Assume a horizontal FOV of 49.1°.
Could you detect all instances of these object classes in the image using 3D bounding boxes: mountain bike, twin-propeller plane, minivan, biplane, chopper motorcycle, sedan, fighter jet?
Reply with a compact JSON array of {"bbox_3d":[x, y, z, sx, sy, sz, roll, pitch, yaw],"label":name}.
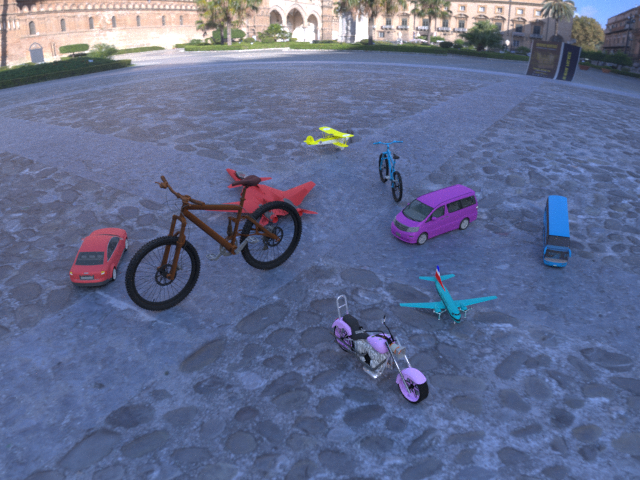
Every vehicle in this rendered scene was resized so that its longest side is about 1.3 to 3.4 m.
[{"bbox_3d":[-1.416,-0.072,9.788,2.857,1.688,1.114,-21,34,-33],"label":"mountain bike"},{"bbox_3d":[1.738,0.757,9.596,1.370,0.407,1.095,-4,28,-7],"label":"twin-propeller plane"},{"bbox_3d":[1.901,-0.437,11.605,1.548,0.616,0.681,-18,33,-30],"label":"minivan"},{"bbox_3d":[0.193,-2.140,14.908,1.090,0.504,1.336,-13,31,-23],"label":"biplane"},{"bbox_3d":[0.684,1.273,8.256,0.466,0.761,1.563,-21,34,-33],"label":"chopper motorcycle"},{"bbox_3d":[1.310,-1.315,12.979,0.573,0.868,1.469,-5,29,-9],"label":"mountain bike"},{"bbox_3d":[-3.335,0.171,10.610,0.635,0.483,1.613,-1,28,-2],"label":"sedan"},{"bbox_3d":[-1.183,-1.017,12.752,2.229,0.557,2.640,-15,32,-26],"label":"fighter jet"}]

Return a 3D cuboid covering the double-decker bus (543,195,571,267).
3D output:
[{"bbox_3d":[3.756,-0.144,11.137,0.389,0.541,1.672,7,29,14],"label":"double-decker bus"}]
